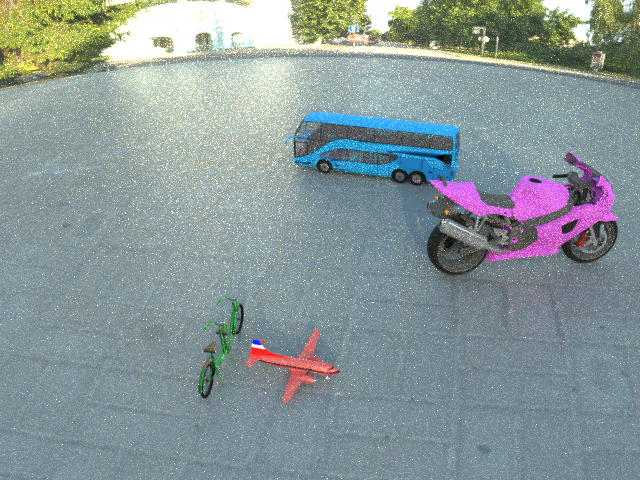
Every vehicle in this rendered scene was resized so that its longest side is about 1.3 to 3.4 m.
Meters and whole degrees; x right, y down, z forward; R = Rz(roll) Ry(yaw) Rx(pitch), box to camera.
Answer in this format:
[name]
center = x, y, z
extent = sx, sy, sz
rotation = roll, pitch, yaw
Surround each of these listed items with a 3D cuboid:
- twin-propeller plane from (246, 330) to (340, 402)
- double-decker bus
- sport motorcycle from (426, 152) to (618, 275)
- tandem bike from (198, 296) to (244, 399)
[twin-propeller plane]
center = -0.296, 1.392, 8.120
extent = 1.095, 0.407, 1.370
rotation = 7, 29, 13
[double-decker bus]
center = 0.988, -1.757, 13.260
extent = 3.251, 1.052, 0.756
rotation = 9, 30, 16
[sport motorcycle]
center = 2.931, -0.299, 9.994
extent = 2.955, 1.596, 0.983
rotation = -4, 29, -8
[tandem bike]
center = -1.152, 1.168, 8.245
extent = 0.283, 0.682, 1.642
rotation = 5, 29, 9
